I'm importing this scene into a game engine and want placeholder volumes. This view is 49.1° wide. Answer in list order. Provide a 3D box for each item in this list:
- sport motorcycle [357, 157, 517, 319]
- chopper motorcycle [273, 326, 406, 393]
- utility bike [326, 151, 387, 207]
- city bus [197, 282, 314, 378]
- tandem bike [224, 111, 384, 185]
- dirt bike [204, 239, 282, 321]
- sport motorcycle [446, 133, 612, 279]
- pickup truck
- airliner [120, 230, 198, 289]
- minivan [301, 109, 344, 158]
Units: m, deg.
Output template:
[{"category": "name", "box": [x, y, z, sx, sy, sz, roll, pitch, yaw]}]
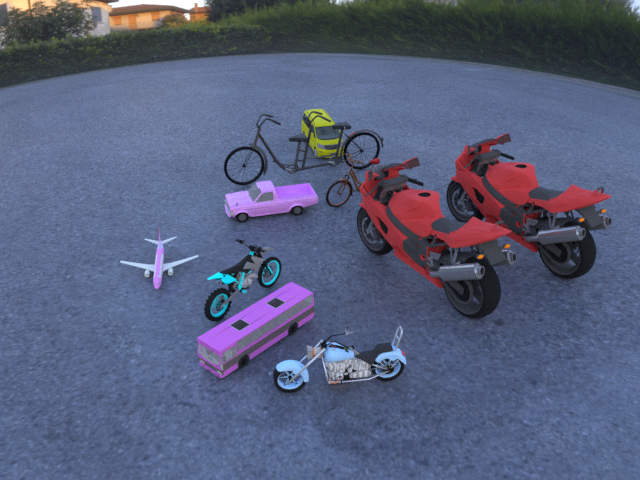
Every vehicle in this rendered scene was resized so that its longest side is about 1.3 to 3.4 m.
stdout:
[{"category": "sport motorcycle", "box": [1.469, -0.085, 9.872, 0.983, 1.596, 2.955, -19, 34, -30]}, {"category": "chopper motorcycle", "box": [0.237, 1.381, 8.111, 1.563, 0.761, 0.466, -4, 30, -7]}, {"category": "utility bike", "box": [0.745, -1.079, 12.310, 1.435, 0.946, 0.535, -16, 33, -27]}, {"category": "city bus", "box": [-0.778, 1.124, 8.877, 0.476, 0.460, 1.674, 23, 37, 35]}, {"category": "tandem bike", "box": [-0.259, -1.797, 13.201, 3.192, 1.326, 0.550, -10, 31, -16]}, {"category": "dirt bike", "box": [-1.044, 0.493, 9.596, 0.527, 0.857, 1.493, 21, 36, 33]}, {"category": "sport motorcycle", "box": [3.043, -0.566, 10.730, 0.983, 1.596, 2.955, -19, 34, -30]}, {"category": "pickup truck", "box": [-0.849, -0.729, 12.129, 1.603, 0.511, 0.640, -8, 30, -14]}, {"category": "airliner", "box": [-2.409, 0.271, 10.430, 1.161, 0.429, 1.307, -4, 30, -7]}, {"category": "minivan", "box": [0.053, -2.239, 14.716, 0.681, 0.616, 1.548, -8, 30, -13]}]
